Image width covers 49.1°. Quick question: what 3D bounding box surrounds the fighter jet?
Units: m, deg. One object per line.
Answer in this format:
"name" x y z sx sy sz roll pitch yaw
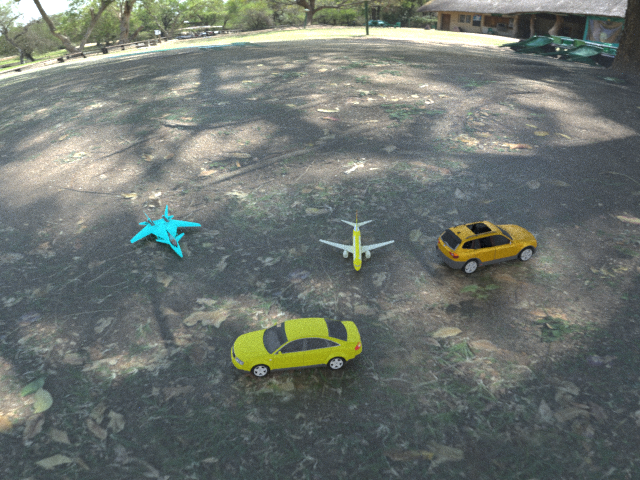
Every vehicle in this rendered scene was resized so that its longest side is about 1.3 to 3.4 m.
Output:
"fighter jet" -2.413 -0.122 11.104 1.147 0.286 1.358 -15 34 -24

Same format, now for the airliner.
"airliner" 0.571 0.005 10.754 1.161 0.429 1.307 1 31 1

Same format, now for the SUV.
"SUV" 2.531 0.028 10.568 1.572 0.580 0.656 -11 33 -18

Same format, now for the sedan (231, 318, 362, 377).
"sedan" -0.290 1.264 8.599 1.613 0.483 0.635 -5 31 -8
